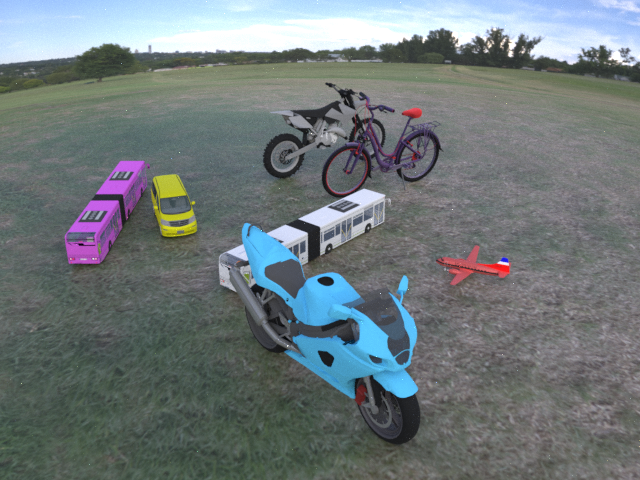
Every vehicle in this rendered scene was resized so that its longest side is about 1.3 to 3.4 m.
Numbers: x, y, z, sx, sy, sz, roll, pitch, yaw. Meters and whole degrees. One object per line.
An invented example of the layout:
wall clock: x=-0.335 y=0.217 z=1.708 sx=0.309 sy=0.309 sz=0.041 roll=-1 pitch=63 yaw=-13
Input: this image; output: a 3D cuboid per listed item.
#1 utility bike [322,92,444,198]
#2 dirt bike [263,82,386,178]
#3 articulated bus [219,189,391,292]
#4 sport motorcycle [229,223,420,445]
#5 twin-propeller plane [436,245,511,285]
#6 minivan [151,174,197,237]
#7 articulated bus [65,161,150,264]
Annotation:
utility bike: x=1.288 y=-1.762 z=12.945 sx=2.791 sy=1.839 sz=1.039 roll=-15 pitch=29 yaw=-28
dirt bike: x=0.137 y=-2.228 z=14.114 sx=2.903 sy=1.666 sz=1.024 roll=-15 pitch=29 yaw=-28
articulated bus: x=-0.139 y=-0.051 z=10.855 sx=0.605 sy=0.561 sz=3.401 roll=20 pitch=32 yaw=36
sport motorcycle: x=0.021 y=0.937 z=7.601 sx=0.983 sy=1.596 sz=2.955 roll=-19 pitch=31 yaw=-34
twin-propeller plane: x=2.217 y=0.347 z=10.204 sx=1.095 sy=0.407 sz=1.370 roll=12 pitch=28 yaw=23
minivan: x=-2.508 y=-0.591 z=11.918 sx=0.681 sy=0.616 sz=1.548 roll=-8 pitch=27 yaw=-17
articulated bus: x=-3.545 y=-0.564 z=11.924 sx=0.605 sy=0.561 sz=3.401 roll=0 pitch=26 yaw=-1
